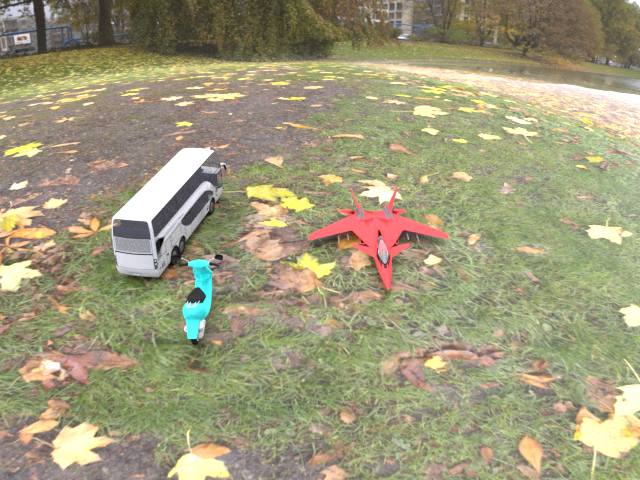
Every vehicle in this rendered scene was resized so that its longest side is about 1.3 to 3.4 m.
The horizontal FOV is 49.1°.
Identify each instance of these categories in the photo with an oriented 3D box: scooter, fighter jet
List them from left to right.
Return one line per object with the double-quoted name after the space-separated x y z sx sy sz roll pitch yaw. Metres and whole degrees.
-1.578 0.671 9.097 0.662 0.919 1.399 0 28 -1 "scooter"
0.934 -0.073 10.891 2.229 0.557 2.640 0 28 -1 "fighter jet"

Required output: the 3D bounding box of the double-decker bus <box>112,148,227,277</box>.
-2.342 -0.564 11.288 0.756 1.052 3.251 5 28 9 "double-decker bus"
